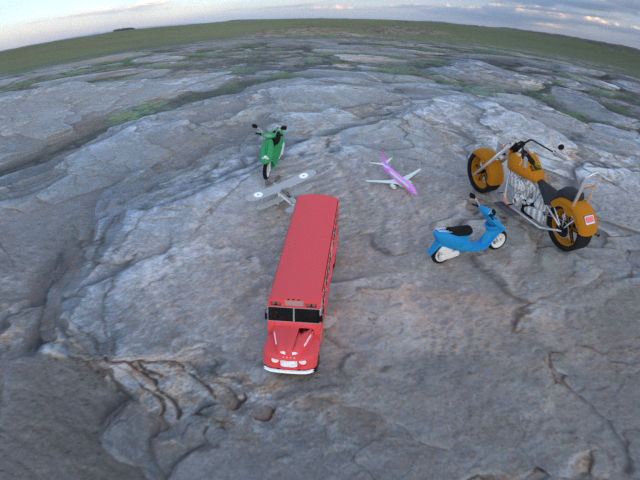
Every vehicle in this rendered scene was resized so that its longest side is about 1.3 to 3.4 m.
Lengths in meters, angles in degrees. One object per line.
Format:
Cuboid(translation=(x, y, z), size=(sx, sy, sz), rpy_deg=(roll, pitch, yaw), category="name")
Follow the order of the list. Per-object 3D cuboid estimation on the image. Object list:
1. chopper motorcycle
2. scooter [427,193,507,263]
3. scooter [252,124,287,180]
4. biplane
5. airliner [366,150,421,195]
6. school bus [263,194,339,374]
Cuboid(translation=(3.381, -0.986, 11.373), size=(0.906, 1.480, 3.040), rpy_deg=(-12, 34, -19), category="chopper motorcycle")
Cuboid(translation=(2.262, -0.144, 10.533), size=(1.399, 0.919, 0.662), rpy_deg=(-13, 34, -20), category="scooter")
Cuboid(translation=(-0.909, -1.809, 13.261), size=(0.662, 0.919, 1.399), rpy_deg=(5, 32, 8), category="scooter")
Cuboid(translation=(-0.577, -0.744, 11.913), size=(1.336, 0.504, 1.090), rpy_deg=(-17, 35, -26), category="biplane")
Cuboid(translation=(1.422, -1.216, 12.758), size=(1.161, 0.429, 1.307), rpy_deg=(-14, 34, -21), category="airliner")
Cuboid(translation=(-0.203, 0.495, 9.556), size=(0.709, 0.844, 3.322), rpy_deg=(3, 32, 5), category="school bus")
